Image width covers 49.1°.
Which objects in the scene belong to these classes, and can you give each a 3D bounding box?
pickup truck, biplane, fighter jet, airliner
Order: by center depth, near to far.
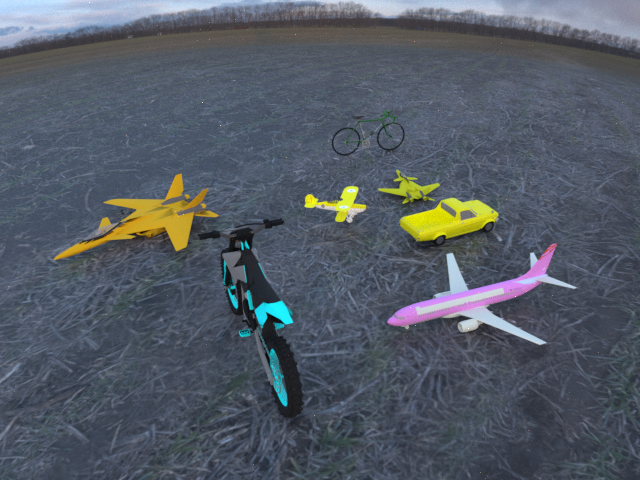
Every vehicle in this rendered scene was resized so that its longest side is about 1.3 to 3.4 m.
[{"bbox_3d":[2.051,0.626,9.259,2.541,0.835,2.257,-11,32,-18],"label":"airliner"},{"bbox_3d":[-3.024,-0.315,11.147,2.640,0.557,2.229,-26,39,-37],"label":"fighter jet"},{"bbox_3d":[2.089,-0.349,11.252,1.603,0.511,0.640,-14,33,-23],"label":"pickup truck"},{"bbox_3d":[0.290,-0.579,11.652,1.090,0.504,1.336,5,31,9],"label":"biplane"},{"bbox_3d":[1.592,-1.074,12.717,1.147,0.286,1.358,-6,31,-10],"label":"fighter jet"}]

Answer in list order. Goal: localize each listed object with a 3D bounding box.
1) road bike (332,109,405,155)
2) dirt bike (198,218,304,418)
[{"bbox_3d":[0.975,-2.134,13.973,1.545,0.852,0.358,-8,31,-14],"label":"road bike"},{"bbox_3d":[-0.790,0.706,8.297,1.024,1.666,2.903,-11,32,-19],"label":"dirt bike"}]
